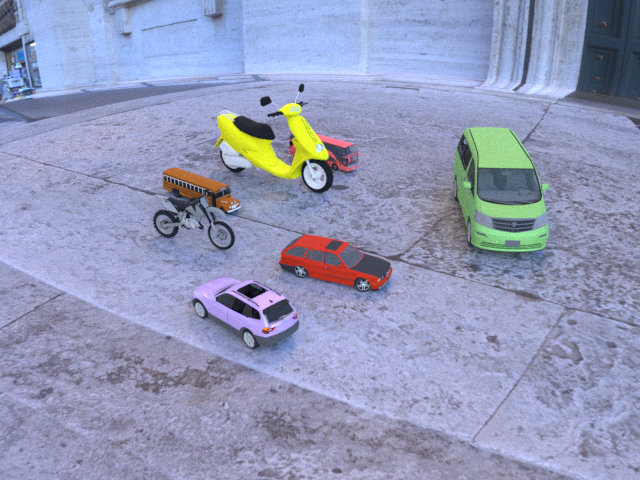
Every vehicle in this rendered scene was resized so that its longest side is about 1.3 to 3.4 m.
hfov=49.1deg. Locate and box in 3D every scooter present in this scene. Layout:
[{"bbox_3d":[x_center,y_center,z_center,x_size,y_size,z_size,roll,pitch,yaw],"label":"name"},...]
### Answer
[{"bbox_3d":[-0.906,-1.925,12.930,2.721,1.786,1.288,16,30,30],"label":"scooter"}]

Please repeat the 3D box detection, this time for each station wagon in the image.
[{"bbox_3d":[0.231,0.287,9.901,1.597,0.473,0.682,11,28,22],"label":"station wagon"}]

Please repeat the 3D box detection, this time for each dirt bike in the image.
[{"bbox_3d":[-1.958,-0.337,10.740,1.493,0.857,0.527,12,28,23],"label":"dirt bike"}]

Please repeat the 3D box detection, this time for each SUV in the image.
[{"bbox_3d":[-0.954,0.802,8.728,1.572,0.580,0.656,23,34,39],"label":"SUV"}]

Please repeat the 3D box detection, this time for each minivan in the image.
[{"bbox_3d":[2.911,-0.885,11.475,1.324,1.197,3.011,1,26,3],"label":"minivan"}]

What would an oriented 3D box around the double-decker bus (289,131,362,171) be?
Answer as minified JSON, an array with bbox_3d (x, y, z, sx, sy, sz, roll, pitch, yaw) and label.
[{"bbox_3d":[0.076,-1.798,14.088,1.672,0.541,0.389,21,33,36],"label":"double-decker bus"}]

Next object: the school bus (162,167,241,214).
[{"bbox_3d":[-2.091,-0.872,12.317,1.708,0.434,0.365,20,32,35],"label":"school bus"}]
